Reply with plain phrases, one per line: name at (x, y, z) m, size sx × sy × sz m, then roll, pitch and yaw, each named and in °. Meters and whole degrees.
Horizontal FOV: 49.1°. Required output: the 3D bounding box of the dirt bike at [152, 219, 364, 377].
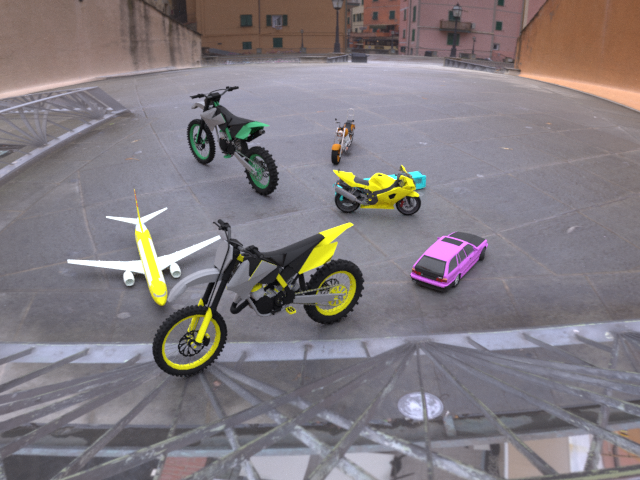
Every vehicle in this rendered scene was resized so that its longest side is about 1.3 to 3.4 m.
dirt bike at (-0.650, 0.595, 8.373) m, size 2.903 × 1.666 × 1.024 m, roll -17°, pitch 32°, yaw -29°

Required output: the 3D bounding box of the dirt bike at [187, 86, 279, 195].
dirt bike at (-1.738, -1.937, 13.168) m, size 1.024 × 1.666 × 2.903 m, roll -22°, pitch 35°, yaw -35°

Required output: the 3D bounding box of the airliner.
airliner at (-2.517, 0.093, 10.213) m, size 2.257 × 0.835 × 2.541 m, roll -10°, pitch 29°, yaw -18°

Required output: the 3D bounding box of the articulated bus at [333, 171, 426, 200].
articulated bus at (1.110, -0.999, 12.867) m, size 1.749 × 0.289 × 0.311 m, roll -9°, pitch 29°, yaw -17°

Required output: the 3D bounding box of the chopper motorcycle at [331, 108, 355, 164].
chopper motorcycle at (0.481, -2.165, 14.568) m, size 0.466 × 0.761 × 1.563 m, roll 7°, pitch 29°, yaw 13°

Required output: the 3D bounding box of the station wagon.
station wagon at (1.956, 0.211, 10.378) m, size 0.682 × 0.473 × 1.597 m, roll 18°, pitch 33°, yaw 30°

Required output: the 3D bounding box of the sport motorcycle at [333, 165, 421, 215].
sport motorcycle at (0.977, -0.827, 11.971) m, size 1.520 × 0.821 × 0.506 m, roll 3°, pitch 28°, yaw 6°
